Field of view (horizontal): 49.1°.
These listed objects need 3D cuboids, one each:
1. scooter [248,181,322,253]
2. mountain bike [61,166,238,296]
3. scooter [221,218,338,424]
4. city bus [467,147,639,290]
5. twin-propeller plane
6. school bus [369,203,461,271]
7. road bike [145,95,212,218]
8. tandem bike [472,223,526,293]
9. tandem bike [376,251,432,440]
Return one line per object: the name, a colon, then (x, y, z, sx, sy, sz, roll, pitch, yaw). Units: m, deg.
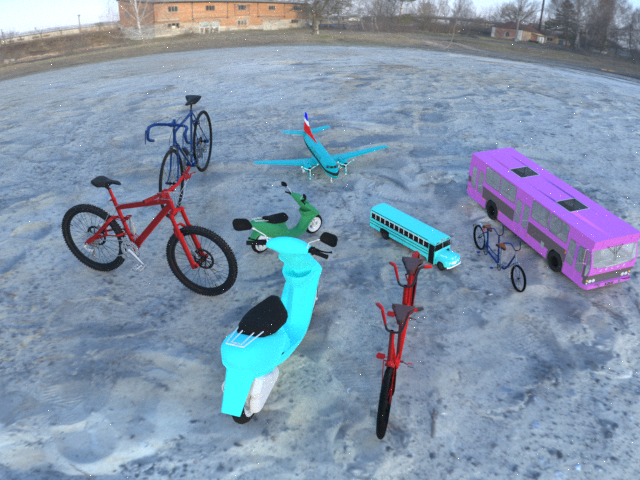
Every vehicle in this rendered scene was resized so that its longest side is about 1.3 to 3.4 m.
scooter: (-0.531, -0.353, 10.916, 1.399, 0.919, 0.662, -21, 36, -31)
mountain bike: (-2.461, -0.120, 9.762, 2.857, 1.688, 1.114, 11, 32, 18)
scooter: (-0.505, 0.762, 8.169, 1.288, 1.786, 2.721, 10, 32, 16)
city bus: (3.521, -0.417, 11.048, 0.926, 0.894, 3.255, -11, 32, -17)
twin-propeller plane: (-0.016, -1.779, 13.461, 2.663, 0.792, 2.129, -9, 32, -15)
school bus: (1.473, -0.062, 10.900, 0.365, 0.434, 1.708, -23, 37, -33)
road bike: (-2.344, -1.618, 12.337, 0.696, 1.656, 3.004, 4, 31, 7)
tandem bike: (2.643, 0.123, 10.341, 0.283, 0.682, 1.642, -8, 31, -13)
tandem bike: (0.986, 0.913, 8.366, 0.550, 1.326, 3.192, 7, 31, 12)
